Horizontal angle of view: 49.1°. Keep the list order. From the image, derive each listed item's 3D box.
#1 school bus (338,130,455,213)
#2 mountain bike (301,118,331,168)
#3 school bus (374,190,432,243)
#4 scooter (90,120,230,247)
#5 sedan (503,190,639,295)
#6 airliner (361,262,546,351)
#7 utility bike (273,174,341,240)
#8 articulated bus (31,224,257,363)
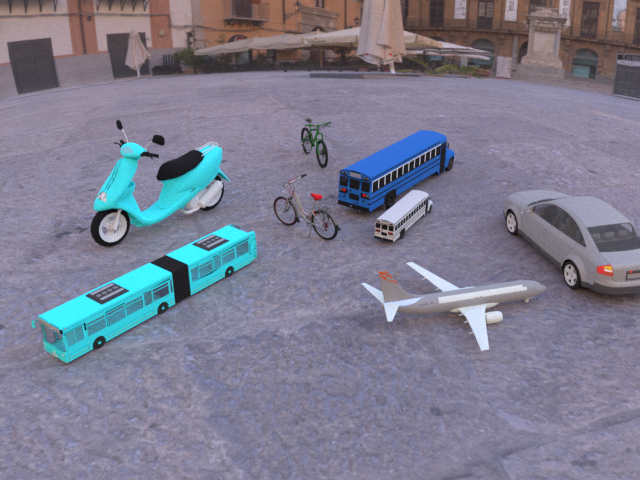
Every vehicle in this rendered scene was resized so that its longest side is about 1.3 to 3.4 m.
[{"bbox_3d":[1.559,-1.369,13.162,0.709,0.844,3.322,18,32,32],"label":"school bus"},{"bbox_3d":[-0.129,-2.080,14.555,0.573,0.868,1.469,-10,28,-19],"label":"mountain bike"},{"bbox_3d":[1.444,-0.442,11.767,0.365,0.434,1.708,15,30,27],"label":"school bus"},{"bbox_3d":[-2.603,-1.050,11.471,1.288,1.786,2.721,23,35,38],"label":"scooter"},{"bbox_3d":[3.901,-0.184,10.686,1.235,0.940,3.137,-6,27,-12],"label":"sedan"},{"bbox_3d":[1.900,0.611,9.214,2.541,0.835,2.257,-8,28,-15],"label":"airliner"},{"bbox_3d":[-0.267,-0.518,11.347,1.435,0.946,0.535,20,33,35],"label":"utility bike"},{"bbox_3d":[-2.187,0.613,9.516,0.605,0.561,3.401,19,32,33],"label":"articulated bus"}]
